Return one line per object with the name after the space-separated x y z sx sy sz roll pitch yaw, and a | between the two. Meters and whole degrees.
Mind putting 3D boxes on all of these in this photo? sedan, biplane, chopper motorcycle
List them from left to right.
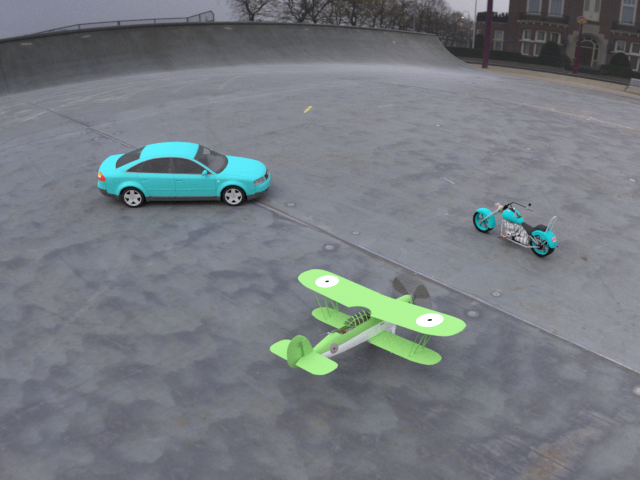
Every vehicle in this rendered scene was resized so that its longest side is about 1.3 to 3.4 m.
-2.480 -1.265 12.878 3.137 0.940 1.235 -1 28 -1 | sedan
0.411 1.057 8.397 2.120 0.981 2.598 -22 35 -36 | biplane
3.103 -0.274 11.178 0.466 0.761 1.563 -20 34 -33 | chopper motorcycle
